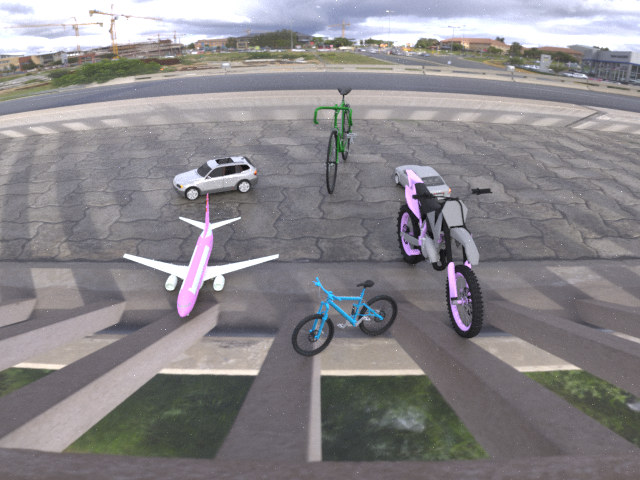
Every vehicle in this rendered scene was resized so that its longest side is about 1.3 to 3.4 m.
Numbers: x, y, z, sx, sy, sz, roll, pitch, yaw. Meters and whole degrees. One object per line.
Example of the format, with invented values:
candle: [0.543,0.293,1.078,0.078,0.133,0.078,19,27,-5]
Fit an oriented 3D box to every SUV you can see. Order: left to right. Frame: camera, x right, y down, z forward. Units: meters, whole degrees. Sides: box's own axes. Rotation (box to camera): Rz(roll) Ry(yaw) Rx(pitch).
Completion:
SUV: [-1.932,-1.179,12.944,1.572,0.580,0.656,-10,28,-19]

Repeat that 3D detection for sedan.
sedan: [1.868,-1.114,12.921,0.635,0.483,1.613,-7,27,-14]

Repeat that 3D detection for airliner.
airliner: [-1.736,0.189,9.881,2.257,0.835,2.541,0,26,0]

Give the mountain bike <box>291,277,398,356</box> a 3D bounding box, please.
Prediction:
mountain bike: [0.318,0.892,8.420,1.469,0.868,0.573,-13,29,-25]

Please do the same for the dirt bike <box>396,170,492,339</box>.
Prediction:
dirt bike: [1.573,-0.003,9.331,1.024,1.666,2.903,-5,27,-11]

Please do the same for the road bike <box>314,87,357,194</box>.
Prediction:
road bike: [0.381,-2.041,13.475,0.696,1.656,3.004,4,27,9]
